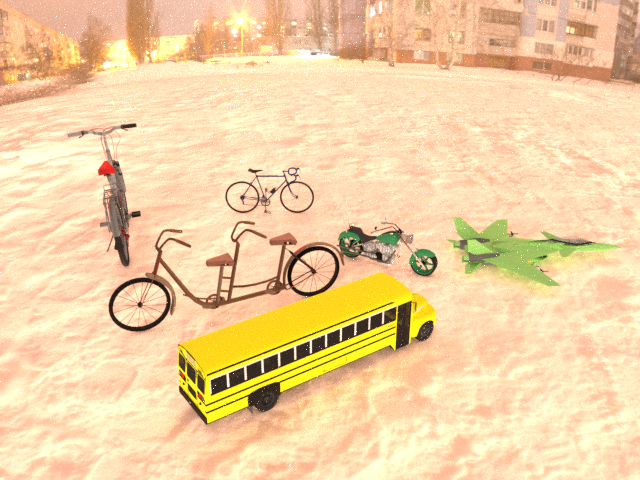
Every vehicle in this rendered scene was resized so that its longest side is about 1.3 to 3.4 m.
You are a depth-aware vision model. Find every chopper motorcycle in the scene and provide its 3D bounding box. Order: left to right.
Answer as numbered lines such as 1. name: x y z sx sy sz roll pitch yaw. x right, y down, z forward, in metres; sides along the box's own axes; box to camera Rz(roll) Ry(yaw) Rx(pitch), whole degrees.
1. chopper motorcycle: 0.990 0.049 10.391 1.563 0.761 0.466 12 29 23

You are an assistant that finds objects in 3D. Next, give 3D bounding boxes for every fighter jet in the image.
1. fighter jet: 3.361 0.018 10.684 2.640 0.557 2.229 -2 26 -5

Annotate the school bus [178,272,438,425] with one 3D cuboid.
1. school bus: 0.009 1.123 8.126 3.322 0.844 0.709 -17 31 -31

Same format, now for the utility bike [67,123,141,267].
1. utility bike: -3.272 -0.792 10.875 1.039 1.839 2.791 -6 27 -13

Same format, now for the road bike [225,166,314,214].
1. road bike: -0.875 -0.858 12.123 1.545 0.852 0.358 0 26 0

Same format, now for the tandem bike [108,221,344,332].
1. tandem bike: -1.139 0.377 9.091 3.192 1.326 0.550 -10 28 -20
